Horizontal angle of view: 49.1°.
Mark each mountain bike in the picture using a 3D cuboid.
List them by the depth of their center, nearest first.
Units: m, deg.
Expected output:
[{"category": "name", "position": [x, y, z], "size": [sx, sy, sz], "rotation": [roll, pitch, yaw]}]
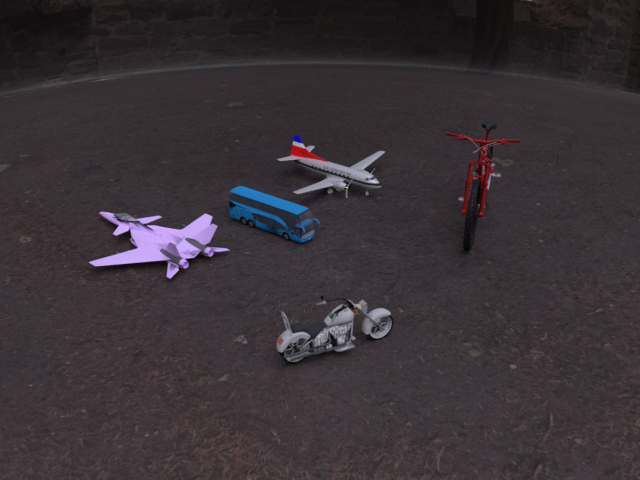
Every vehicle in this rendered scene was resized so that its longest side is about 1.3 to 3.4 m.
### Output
[{"category": "mountain bike", "position": [2.613, -1.045, 11.377], "size": [1.114, 1.688, 2.857], "rotation": [9, 29, 16]}]

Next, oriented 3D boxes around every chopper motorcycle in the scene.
[{"category": "chopper motorcycle", "position": [0.203, 1.014, 8.411], "size": [1.563, 0.761, 0.466], "rotation": [-13, 30, -24]}]

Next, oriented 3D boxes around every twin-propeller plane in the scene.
[{"category": "twin-propeller plane", "position": [0.263, -1.386, 13.008], "size": [2.129, 0.792, 2.663], "rotation": [20, 34, 34]}]

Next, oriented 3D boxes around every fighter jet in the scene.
[{"category": "fighter jet", "position": [-2.740, -0.215, 11.003], "size": [2.640, 0.557, 2.229], "rotation": [22, 35, 36]}]

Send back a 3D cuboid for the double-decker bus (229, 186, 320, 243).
[{"category": "double-decker bus", "position": [-0.782, -0.412, 11.402], "size": [1.672, 0.541, 0.389], "rotation": [20, 33, 33]}]
